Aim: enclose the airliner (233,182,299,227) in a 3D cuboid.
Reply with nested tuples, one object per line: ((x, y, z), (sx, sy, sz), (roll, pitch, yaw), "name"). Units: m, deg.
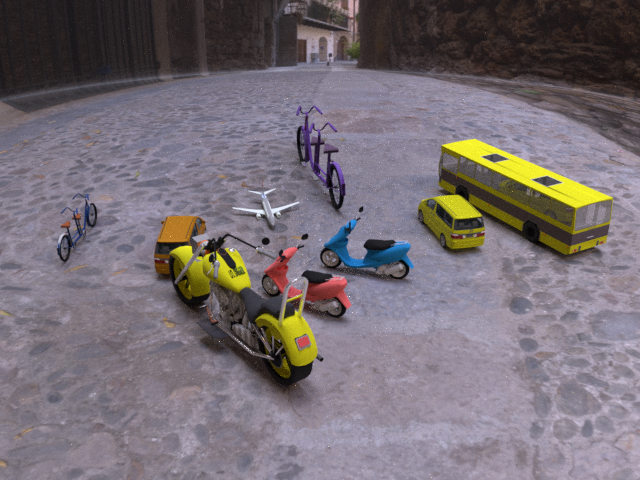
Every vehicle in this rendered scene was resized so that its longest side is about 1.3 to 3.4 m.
((-0.904, -0.627, 11.983), (1.161, 0.429, 1.307), (-5, 27, -11), "airliner")

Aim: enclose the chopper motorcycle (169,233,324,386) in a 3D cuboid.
((-1.049, 0.567, 8.400), (0.906, 1.480, 3.040), (-19, 32, -33), "chopper motorcycle")

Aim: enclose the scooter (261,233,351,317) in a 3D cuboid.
((-0.209, 0.476, 9.212), (1.399, 0.919, 0.662), (16, 30, 29), "scooter")

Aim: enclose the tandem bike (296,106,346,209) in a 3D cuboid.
((-0.032, -1.653, 13.041), (0.550, 1.326, 3.192), (-7, 27, -14), "tandem bike")

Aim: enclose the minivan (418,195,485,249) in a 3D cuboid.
((2.092, -0.387, 11.291), (0.681, 0.616, 1.548), (-6, 27, -12), "minivan")

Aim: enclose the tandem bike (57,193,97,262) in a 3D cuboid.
((-3.805, -0.262, 10.965), (0.283, 0.682, 1.642), (1, 26, 3), "tandem bike")

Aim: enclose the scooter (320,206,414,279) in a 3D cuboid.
((0.663, 0.073, 10.024), (1.399, 0.919, 0.662), (9, 28, 17), "scooter")

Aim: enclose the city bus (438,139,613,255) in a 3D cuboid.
((3.295, -0.777, 11.763), (0.926, 0.894, 3.255), (-14, 29, -25), "city bus")

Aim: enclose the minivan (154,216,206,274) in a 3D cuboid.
((-2.097, -0.033, 10.578), (0.681, 0.616, 1.548), (-1, 26, -1), "minivan")
